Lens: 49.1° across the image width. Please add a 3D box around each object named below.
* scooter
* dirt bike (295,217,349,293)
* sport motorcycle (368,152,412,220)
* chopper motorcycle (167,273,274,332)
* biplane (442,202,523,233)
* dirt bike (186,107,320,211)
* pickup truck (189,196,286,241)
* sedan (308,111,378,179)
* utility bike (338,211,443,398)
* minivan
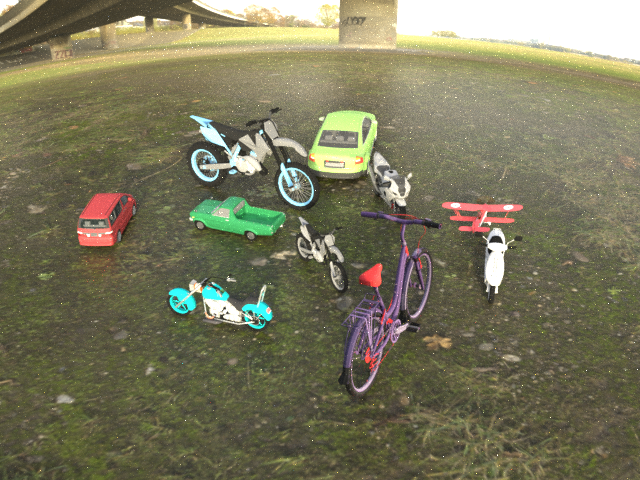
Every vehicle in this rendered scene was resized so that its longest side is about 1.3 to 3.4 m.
[{"bbox_3d":[2.577,0.234,10.295,0.662,0.919,1.399,7,31,12],"label":"scooter"},{"bbox_3d":[0.019,0.160,10.487,0.527,0.857,1.493,-16,34,-26],"label":"dirt bike"},{"bbox_3d":[1.235,-0.950,12.461,0.506,0.821,1.520,-7,31,-13],"label":"sport motorcycle"},{"bbox_3d":[-1.376,0.804,9.459,1.563,0.761,0.466,10,31,17],"label":"chopper motorcycle"},{"bbox_3d":[2.664,-0.372,11.769,1.336,0.504,1.090,12,32,20],"label":"biplane"},{"bbox_3d":[-1.265,-1.513,12.593,2.903,1.666,1.024,16,33,26],"label":"dirt bike"},{"bbox_3d":[-1.401,-0.413,11.836,1.603,0.511,0.640,11,32,19],"label":"pickup truck"},{"bbox_3d":[0.521,-2.149,14.435,1.235,0.940,3.137,5,30,8],"label":"sedan"},{"bbox_3d":[0.812,0.634,8.671,1.039,1.839,2.791,15,33,24],"label":"utility bike"},{"bbox_3d":[-3.573,-0.452,11.797,0.681,0.616,1.548,1,30,1],"label":"minivan"}]
